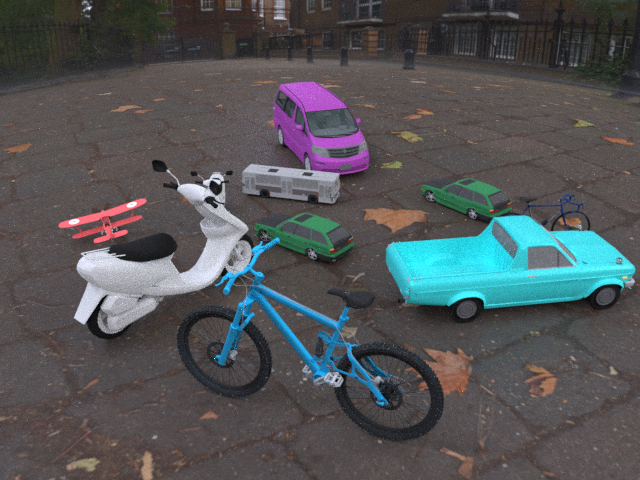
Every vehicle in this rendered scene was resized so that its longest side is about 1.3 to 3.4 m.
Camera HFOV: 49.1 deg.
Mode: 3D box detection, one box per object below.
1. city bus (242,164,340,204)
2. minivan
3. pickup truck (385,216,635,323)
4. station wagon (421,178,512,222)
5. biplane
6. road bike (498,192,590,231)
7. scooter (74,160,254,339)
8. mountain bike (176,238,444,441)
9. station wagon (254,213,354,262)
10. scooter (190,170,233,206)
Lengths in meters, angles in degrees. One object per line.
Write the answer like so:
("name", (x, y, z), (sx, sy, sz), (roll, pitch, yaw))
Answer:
("city bus", (-0.506, -0.966, 12.233), (1.674, 0.460, 0.476), (7, 28, 15))
("minivan", (-0.026, -2.248, 13.968), (1.324, 1.197, 3.011), (-9, 28, -17))
("pickup truck", (2.459, 0.285, 9.141), (3.117, 0.993, 1.244), (-4, 27, -8))
("station wagon", (2.448, -0.777, 11.840), (0.682, 0.473, 1.597), (-21, 33, -35))
("biplane", (-3.273, -0.219, 10.693), (1.336, 0.504, 1.090), (-10, 28, -20))
("road bike", (3.280, -0.269, 10.406), (1.545, 0.852, 0.358), (-2, 27, -3))
("scooter", (-1.855, 0.058, 8.710), (1.288, 1.786, 2.721), (22, 34, 37))
("mountain bike", (-0.176, 1.042, 6.856), (2.857, 1.688, 1.114), (10, 28, 19))
("station wagon", (-0.270, -0.135, 10.559), (1.597, 0.473, 0.682), (19, 32, 33))
("scooter", (-1.701, -0.740, 11.271), (0.662, 0.919, 1.399), (-1, 27, -3))
